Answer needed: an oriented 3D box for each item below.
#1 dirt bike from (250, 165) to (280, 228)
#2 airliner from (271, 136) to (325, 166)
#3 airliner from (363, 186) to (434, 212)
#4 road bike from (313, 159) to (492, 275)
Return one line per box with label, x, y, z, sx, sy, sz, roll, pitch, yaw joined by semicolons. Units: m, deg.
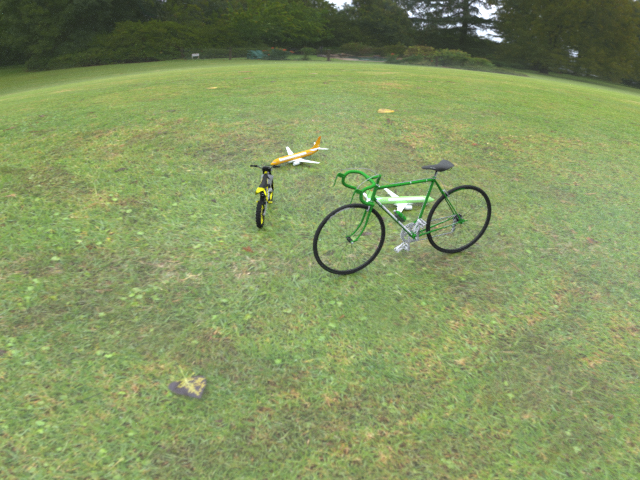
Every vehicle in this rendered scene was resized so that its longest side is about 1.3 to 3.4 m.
dirt bike;-0.967;-0.845;12.197;0.527;0.857;1.493;3;28;5
airliner;-0.480;-1.824;14.510;1.307;0.429;1.161;-19;33;-32
airliner;1.424;-0.798;12.564;1.307;0.429;1.161;-3;28;-6
road bike;1.297;-0.377;10.453;3.004;1.656;0.697;-10;29;-19
